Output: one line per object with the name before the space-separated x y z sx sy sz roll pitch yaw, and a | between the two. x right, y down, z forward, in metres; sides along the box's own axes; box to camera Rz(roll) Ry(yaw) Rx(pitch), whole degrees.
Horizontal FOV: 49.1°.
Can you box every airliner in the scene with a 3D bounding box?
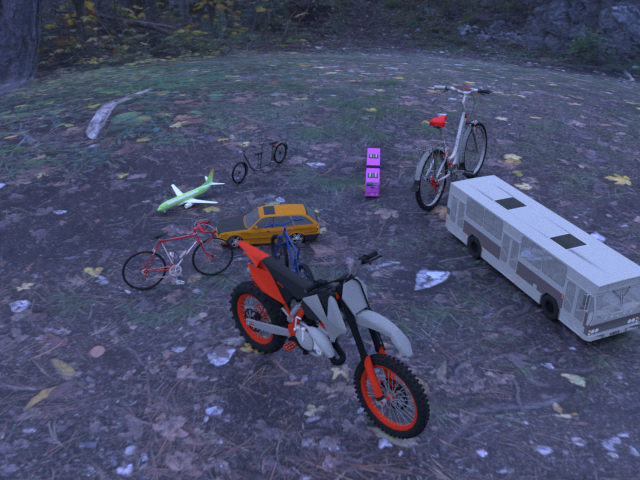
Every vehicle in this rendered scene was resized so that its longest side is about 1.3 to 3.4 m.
airliner | -2.267 -0.833 11.937 1.161 0.429 1.307 22 35 34

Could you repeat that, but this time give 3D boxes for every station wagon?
station wagon | -0.813 -0.250 10.809 1.597 0.473 0.682 -4 29 -7

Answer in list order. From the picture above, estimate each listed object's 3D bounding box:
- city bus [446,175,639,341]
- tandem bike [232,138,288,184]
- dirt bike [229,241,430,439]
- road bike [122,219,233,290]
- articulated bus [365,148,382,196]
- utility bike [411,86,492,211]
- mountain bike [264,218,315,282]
city bus | 2.938 0.148 9.626 0.926 0.894 3.255 -11 30 -19
tandem bike | -1.102 -1.577 13.053 0.283 0.682 1.642 18 33 30
dirt bike | -0.001 0.900 7.415 2.903 1.666 1.024 25 37 38
road bike | -1.933 0.212 9.551 1.545 0.852 0.358 -11 30 -20
articulated bus | 0.978 -1.266 12.889 0.311 0.289 1.749 2 28 4
utility bike | 2.210 -1.673 12.011 1.039 1.839 2.791 19 34 31
mountain bike | -0.374 0.250 9.464 0.573 0.868 1.469 -13 31 -22
